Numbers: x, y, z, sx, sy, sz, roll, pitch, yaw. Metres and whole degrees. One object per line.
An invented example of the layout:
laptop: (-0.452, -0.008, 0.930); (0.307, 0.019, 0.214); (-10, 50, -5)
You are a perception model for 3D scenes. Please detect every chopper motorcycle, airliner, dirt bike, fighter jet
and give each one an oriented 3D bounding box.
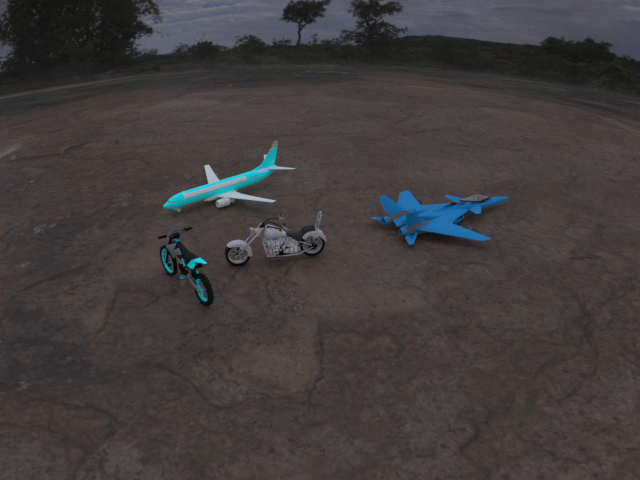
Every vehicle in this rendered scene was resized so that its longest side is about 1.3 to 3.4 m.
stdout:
chopper motorcycle: (-0.671, -0.027, 10.638); (1.563, 0.761, 0.466); (-6, 28, -11)
airliner: (-1.735, -1.151, 12.733); (2.541, 0.835, 2.257); (-21, 34, -34)
dirt bike: (-1.920, 0.322, 9.859); (0.527, 0.857, 1.493); (-20, 33, -33)
fighter jet: (2.274, -0.615, 11.999); (2.640, 0.557, 2.229); (-15, 31, -26)
